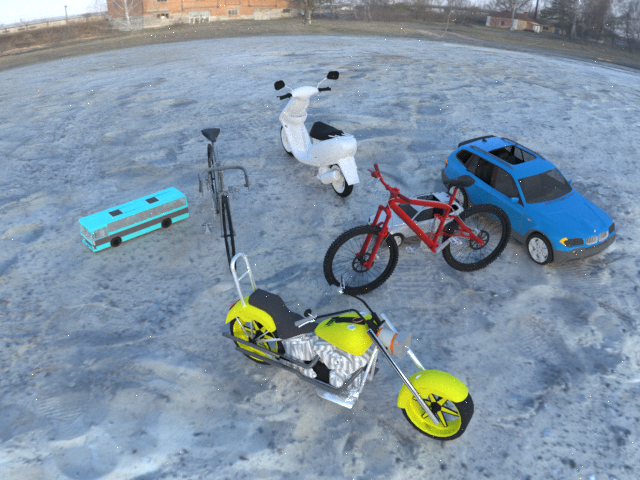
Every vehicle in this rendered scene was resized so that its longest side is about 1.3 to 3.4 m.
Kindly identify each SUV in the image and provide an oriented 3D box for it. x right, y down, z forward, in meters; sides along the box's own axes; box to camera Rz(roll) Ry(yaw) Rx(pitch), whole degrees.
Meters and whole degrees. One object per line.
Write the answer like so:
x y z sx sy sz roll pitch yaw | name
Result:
1.521 -0.361 11.017 1.572 0.580 0.656 -11 33 -18 | SUV
3.230 -0.732 11.098 1.276 1.128 3.058 -17 35 -25 | SUV

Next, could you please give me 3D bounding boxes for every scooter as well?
-0.078 -1.964 12.468 1.288 1.786 2.721 -16 35 -24 | scooter

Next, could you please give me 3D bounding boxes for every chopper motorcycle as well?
0.238 1.150 7.711 3.040 1.480 0.906 17 35 25 | chopper motorcycle

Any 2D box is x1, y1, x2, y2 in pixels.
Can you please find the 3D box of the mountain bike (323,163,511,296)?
1.395 -0.129 9.586 2.857 1.688 1.114 -10 33 -16 | mountain bike

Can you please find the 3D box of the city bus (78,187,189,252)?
-2.915 -0.326 11.076 1.674 0.460 0.476 -24 39 -34 | city bus

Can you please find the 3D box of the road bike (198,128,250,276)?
-1.528 -0.744 10.614 0.696 1.656 3.004 -7 32 -12 | road bike
